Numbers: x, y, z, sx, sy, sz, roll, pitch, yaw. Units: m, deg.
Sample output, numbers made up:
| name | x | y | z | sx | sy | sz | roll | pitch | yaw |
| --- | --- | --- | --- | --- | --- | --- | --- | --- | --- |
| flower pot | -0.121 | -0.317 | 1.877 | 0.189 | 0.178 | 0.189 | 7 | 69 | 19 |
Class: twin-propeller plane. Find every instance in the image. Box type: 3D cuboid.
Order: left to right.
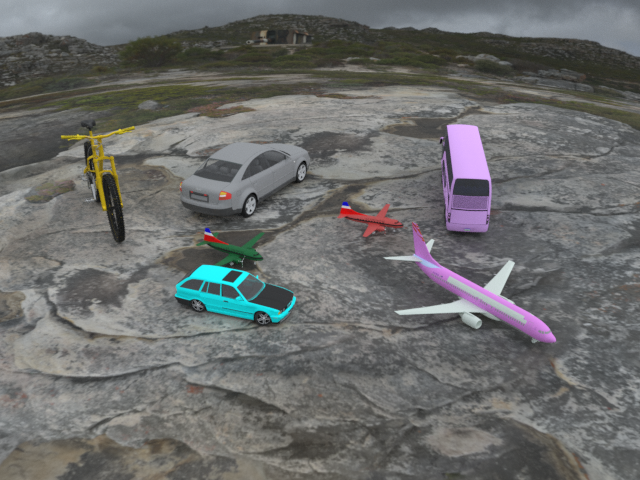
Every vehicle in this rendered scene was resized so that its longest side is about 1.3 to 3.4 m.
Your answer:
| name | x | y | z | sx | sy | sz | roll | pitch | yaw |
| --- | --- | --- | --- | --- | --- | --- | --- | --- | --- |
| twin-propeller plane | -1.314 | 0.101 | 10.543 | 1.095 | 0.407 | 1.370 | 14 | 30 | 26 |
| twin-propeller plane | 0.847 | -0.376 | 11.507 | 1.095 | 0.407 | 1.370 | 10 | 28 | 18 |

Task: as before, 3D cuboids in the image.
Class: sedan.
| name | x | y | z | sx | sy | sz | roll | pitch | yaw |
| --- | --- | --- | --- | --- | --- | --- | --- | --- | --- |
| sedan | -1.274 | -1.290 | 12.751 | 1.235 | 0.940 | 3.137 | 13 | 29 | 25 |

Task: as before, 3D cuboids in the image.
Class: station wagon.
| name | x | y | z | sx | sy | sz | roll | pitch | yaw |
| --- | --- | --- | --- | --- | --- | --- | --- | --- | --- |
| station wagon | -1.116 | 0.688 | 9.282 | 1.597 | 0.473 | 0.682 | 9 | 28 | 18 |

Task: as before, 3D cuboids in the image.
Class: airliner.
| name | x | y | z | sx | sy | sz | roll | pitch | yaw |
| --- | --- | --- | --- | --- | --- | --- | --- | --- | --- |
| airliner | 2.039 | 0.551 | 9.152 | 2.257 | 0.835 | 2.541 | -19 | 32 | -33 |

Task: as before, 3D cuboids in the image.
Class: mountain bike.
| name | x | y | z | sx | sy | sz | roll | pitch | yaw |
| --- | --- | --- | --- | --- | --- | --- | --- | --- | --- |
| mountain bike | -3.634 | -1.122 | 11.569 | 1.114 | 1.688 | 2.857 | -12 | 29 | -23 |

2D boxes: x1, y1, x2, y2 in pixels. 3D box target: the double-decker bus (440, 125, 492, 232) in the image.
| name | x | y | z | sx | sy | sz | roll | pitch | yaw |
| --- | --- | --- | --- | --- | --- | --- | --- | --- | --- |
| double-decker bus | 2.549 | -1.193 | 12.429 | 0.756 | 1.052 | 3.251 | 3 | 27 | 6 |
